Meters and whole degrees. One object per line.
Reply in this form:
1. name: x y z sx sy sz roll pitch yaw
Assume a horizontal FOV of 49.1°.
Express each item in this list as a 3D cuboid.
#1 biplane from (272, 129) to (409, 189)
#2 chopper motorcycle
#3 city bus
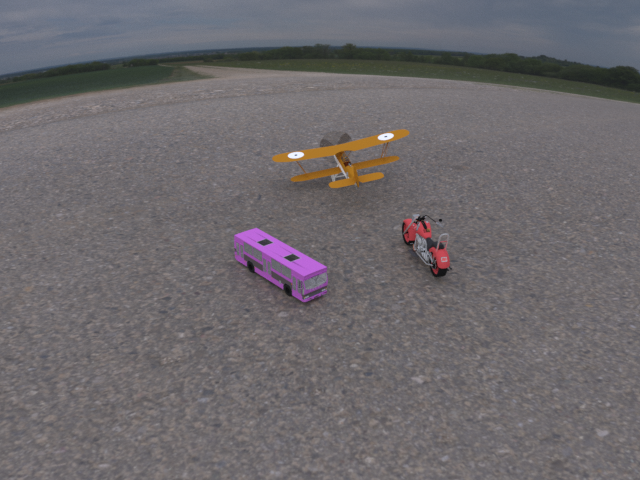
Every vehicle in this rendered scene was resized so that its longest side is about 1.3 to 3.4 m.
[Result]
1. biplane: 0.449 -1.377 12.922 2.598 0.981 2.120 -4 26 -9
2. chopper motorcycle: 1.554 -0.041 10.411 0.466 0.761 1.563 -6 26 -13
3. city bus: -0.585 0.349 9.950 0.476 0.460 1.674 -20 32 -35
